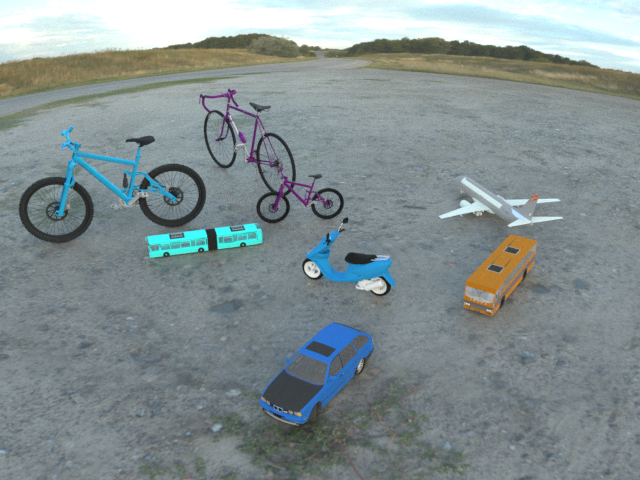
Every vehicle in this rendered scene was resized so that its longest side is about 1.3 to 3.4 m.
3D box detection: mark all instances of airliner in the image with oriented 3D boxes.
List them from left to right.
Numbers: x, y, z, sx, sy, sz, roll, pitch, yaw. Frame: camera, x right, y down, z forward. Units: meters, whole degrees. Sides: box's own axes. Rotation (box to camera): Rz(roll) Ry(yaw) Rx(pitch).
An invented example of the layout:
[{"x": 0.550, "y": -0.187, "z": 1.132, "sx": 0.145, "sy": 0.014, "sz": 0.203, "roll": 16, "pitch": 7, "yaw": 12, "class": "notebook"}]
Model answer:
[{"x": 2.916, "y": -0.814, "z": 11.790, "sx": 2.257, "sy": 0.835, "sz": 2.541, "roll": -9, "pitch": 28, "yaw": -17, "class": "airliner"}]

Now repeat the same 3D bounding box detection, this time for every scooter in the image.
[{"x": 0.377, "y": 0.250, "z": 9.562, "sx": 1.399, "sy": 0.919, "sz": 0.662, "roll": 13, "pitch": 29, "yaw": 24, "class": "scooter"}]

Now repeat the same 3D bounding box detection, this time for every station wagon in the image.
[{"x": -0.014, "y": 1.409, "z": 7.736, "sx": 0.682, "sy": 0.473, "sz": 1.597, "roll": 16, "pitch": 31, "yaw": 29, "class": "station wagon"}]

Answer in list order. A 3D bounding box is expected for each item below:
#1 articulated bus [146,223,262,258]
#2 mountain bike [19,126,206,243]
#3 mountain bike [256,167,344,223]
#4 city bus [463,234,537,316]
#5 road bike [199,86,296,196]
[{"x": -1.769, "y": 0.003, "z": 10.764, "sx": 1.749, "sy": 0.289, "sz": 0.311, "roll": -7, "pitch": 27, "yaw": -14, "class": "articulated bus"}, {"x": -3.221, "y": -0.858, "z": 10.922, "sx": 2.857, "sy": 1.688, "sz": 1.114, "roll": -9, "pitch": 28, "yaw": -17, "class": "mountain bike"}, {"x": -0.323, "y": -0.710, "z": 11.545, "sx": 1.469, "sy": 0.868, "sz": 0.573, "roll": -5, "pitch": 27, "yaw": -9, "class": "mountain bike"}, {"x": 2.500, "y": 0.470, "z": 9.635, "sx": 0.476, "sy": 0.460, "sz": 1.674, "roll": 16, "pitch": 31, "yaw": 30, "class": "city bus"}, {"x": -1.380, "y": -1.879, "z": 13.007, "sx": 0.696, "sy": 1.656, "sz": 3.004, "roll": -20, "pitch": 33, "yaw": -35, "class": "road bike"}]
